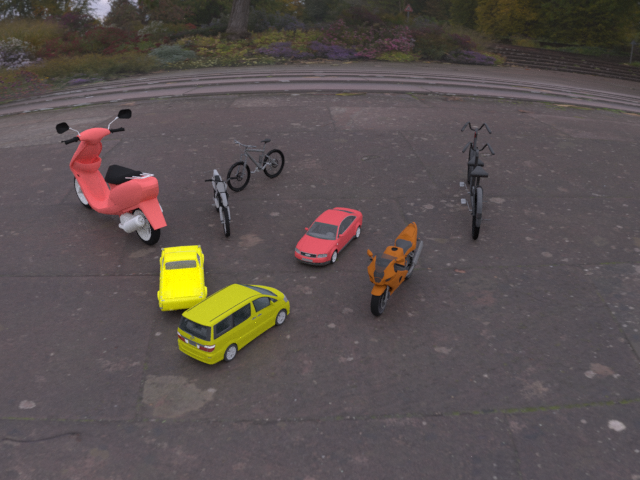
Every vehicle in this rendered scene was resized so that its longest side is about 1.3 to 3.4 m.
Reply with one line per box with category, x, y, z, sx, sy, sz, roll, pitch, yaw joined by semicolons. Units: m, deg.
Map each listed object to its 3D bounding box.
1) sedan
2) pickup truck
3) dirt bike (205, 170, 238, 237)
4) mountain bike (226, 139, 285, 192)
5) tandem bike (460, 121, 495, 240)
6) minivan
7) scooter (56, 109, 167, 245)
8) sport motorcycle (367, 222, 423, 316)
sedan;0.148;-0.119;10.753;0.635;0.483;1.613;12;29;22
pickup truck;-1.883;0.466;9.544;0.640;0.511;1.603;-5;27;-9
dirt bike;-1.610;-0.670;11.443;0.527;0.857;1.493;-7;27;-13
mountain bike;-1.183;-1.447;12.996;0.573;0.868;1.469;21;33;36
tandem bike;2.627;-1.133;11.847;0.550;1.326;3.192;4;27;8
minivan;-1.012;0.908;8.535;0.681;0.616;1.548;18;31;32
scooter;-3.318;-1.041;11.145;1.288;1.786;2.721;-23;35;-38
sport motorcycle;0.996;0.376;9.375;0.506;0.821;1.520;12;29;22
